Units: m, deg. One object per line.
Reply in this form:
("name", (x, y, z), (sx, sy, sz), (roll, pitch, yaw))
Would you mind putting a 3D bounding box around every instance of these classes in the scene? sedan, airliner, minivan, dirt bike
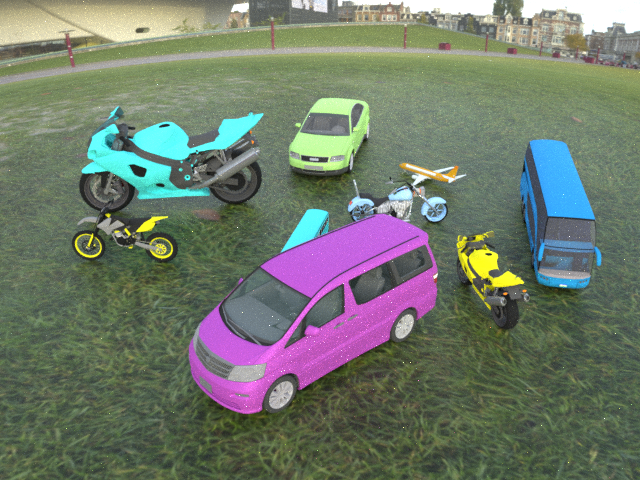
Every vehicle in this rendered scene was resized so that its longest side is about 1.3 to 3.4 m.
("sedan", (0.226, -2.135, 13.515), (1.235, 0.940, 3.137), (6, 28, 11))
("airliner", (1.915, -1.269, 12.411), (1.161, 0.429, 1.307), (-25, 36, -38))
("minivan", (-0.022, 0.721, 7.787), (3.011, 1.197, 1.324), (-22, 35, -36))
("dirt bike", (-2.724, -0.079, 9.679), (1.493, 0.857, 0.527), (1, 28, 2))

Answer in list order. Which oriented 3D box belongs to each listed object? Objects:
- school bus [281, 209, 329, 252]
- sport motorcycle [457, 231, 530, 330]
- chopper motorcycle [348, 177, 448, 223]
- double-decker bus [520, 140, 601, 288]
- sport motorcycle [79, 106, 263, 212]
("school bus", (-0.239, 0.112, 9.771), (0.365, 0.434, 1.708), (7, 28, 12))
("sport motorcycle", (2.074, 0.458, 8.694), (0.506, 0.821, 1.520), (-7, 28, -13))
("chopper motorcycle", (1.210, -0.599, 10.775), (1.563, 0.761, 0.466), (-3, 28, -5))
("double-decker bus", (3.399, -0.446, 10.171), (0.756, 1.052, 3.251), (5, 28, 9))
("sport motorcycle", (-2.347, -1.251, 11.119), (2.955, 1.596, 0.983), (-5, 28, -9))
